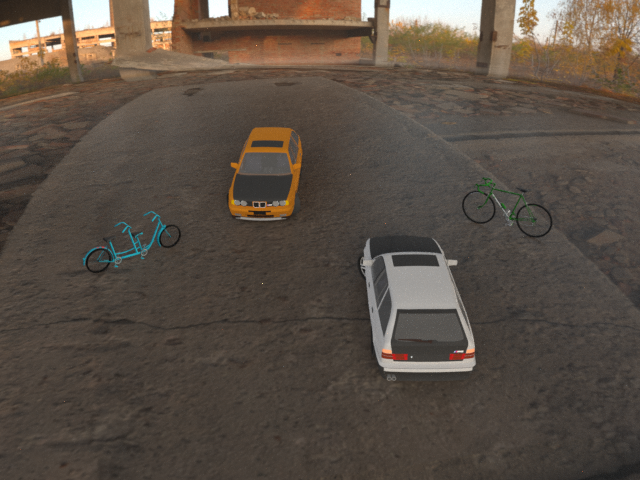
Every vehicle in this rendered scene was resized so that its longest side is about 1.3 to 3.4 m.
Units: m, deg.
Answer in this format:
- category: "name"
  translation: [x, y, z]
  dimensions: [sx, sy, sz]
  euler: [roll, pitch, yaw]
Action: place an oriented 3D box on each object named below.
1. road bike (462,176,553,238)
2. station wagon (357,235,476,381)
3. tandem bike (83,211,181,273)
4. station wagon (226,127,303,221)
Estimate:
- category: "road bike"
  translation: [3.090, -0.546, 11.580]
  dimensions: [1.545, 0.852, 0.358]
  euler: [16, 32, 29]
- category: "station wagon"
  translation: [1.222, 0.627, 9.253]
  dimensions: [1.327, 0.920, 3.105]
  euler: [0, 28, 0]
- category: "tandem bike"
  translation: [-2.857, 0.006, 10.704]
  dimensions: [1.642, 0.682, 0.283]
  euler: [-22, 34, -35]
- category: "station wagon"
  translation: [-0.971, -1.339, 13.028]
  dimensions: [1.327, 0.920, 3.105]
  euler: [1, 28, 1]
